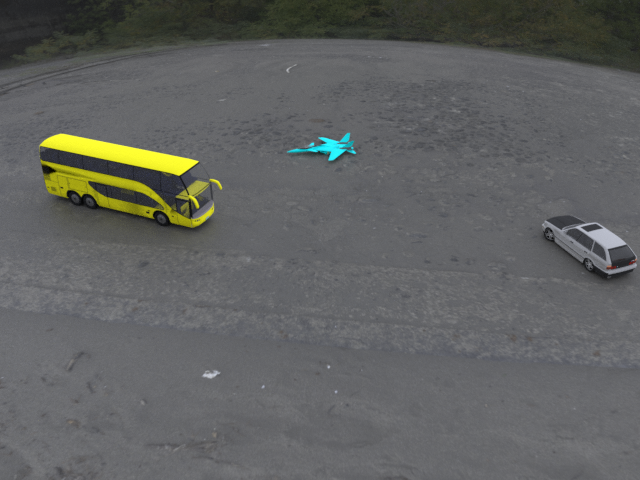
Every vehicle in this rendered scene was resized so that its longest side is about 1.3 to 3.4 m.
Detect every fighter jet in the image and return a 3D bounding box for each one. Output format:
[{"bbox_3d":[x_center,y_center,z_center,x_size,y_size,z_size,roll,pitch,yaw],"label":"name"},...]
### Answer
[{"bbox_3d":[0.005,-1.895,14.064,1.358,0.286,1.147,-5,32,-9],"label":"fighter jet"}]

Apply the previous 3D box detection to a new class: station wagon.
[{"bbox_3d":[4.112,-0.007,10.765,0.682,0.473,1.597,-12,33,-19],"label":"station wagon"}]

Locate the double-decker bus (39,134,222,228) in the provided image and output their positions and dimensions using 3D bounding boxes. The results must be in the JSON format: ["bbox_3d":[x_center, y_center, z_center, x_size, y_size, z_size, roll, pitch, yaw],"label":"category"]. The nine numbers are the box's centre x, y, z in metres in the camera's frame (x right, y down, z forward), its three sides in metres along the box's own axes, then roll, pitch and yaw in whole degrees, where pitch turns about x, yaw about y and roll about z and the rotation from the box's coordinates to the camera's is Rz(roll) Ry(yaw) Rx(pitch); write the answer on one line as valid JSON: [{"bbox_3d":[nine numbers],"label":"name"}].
[{"bbox_3d":[-3.254,-1.006,11.857,3.251,1.052,0.756,13,33,20],"label":"double-decker bus"}]
